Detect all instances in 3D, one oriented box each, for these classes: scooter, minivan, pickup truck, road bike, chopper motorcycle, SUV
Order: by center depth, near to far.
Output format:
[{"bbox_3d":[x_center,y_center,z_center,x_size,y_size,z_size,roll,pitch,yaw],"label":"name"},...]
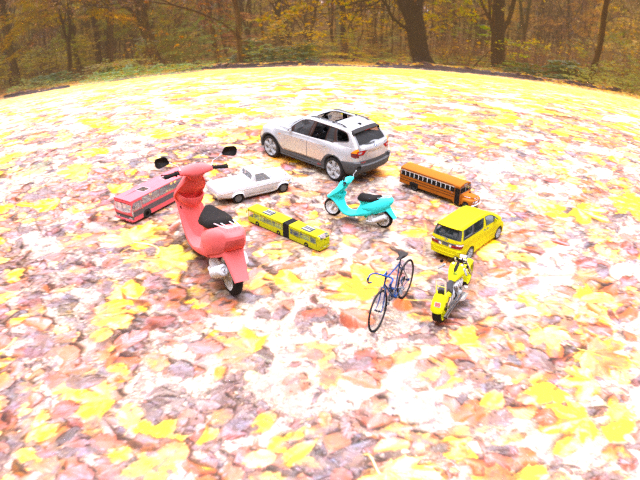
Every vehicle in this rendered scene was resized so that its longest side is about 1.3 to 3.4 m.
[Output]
[{"bbox_3d":[1.002,0.643,9.651,0.358,0.852,1.545,14,31,25],"label":"road bike"},{"bbox_3d":[1.909,0.559,9.909,0.466,0.761,1.563,14,31,24],"label":"chopper motorcycle"},{"bbox_3d":[-1.710,-0.397,10.629,1.288,1.786,2.721,-14,31,-24],"label":"scooter"},{"bbox_3d":[2.460,-0.204,11.523,0.681,0.616,1.548,22,35,35],"label":"minivan"},{"bbox_3d":[0.691,-0.739,12.218,1.399,0.919,0.662,15,31,26],"label":"scooter"},{"bbox_3d":[-1.342,-1.119,13.383,1.603,0.511,0.640,-16,32,-27],"label":"pickup truck"},{"bbox_3d":[0.052,-2.174,14.731,3.058,1.128,1.276,25,36,38],"label":"SUV"}]

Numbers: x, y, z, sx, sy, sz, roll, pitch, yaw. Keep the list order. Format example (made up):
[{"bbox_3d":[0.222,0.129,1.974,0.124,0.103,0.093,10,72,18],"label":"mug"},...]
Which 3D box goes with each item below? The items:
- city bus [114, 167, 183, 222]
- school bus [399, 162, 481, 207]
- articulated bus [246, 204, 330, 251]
[{"bbox_3d":[-3.021,-0.832,12.889,0.476,0.460,1.674,15,31,27],"label":"city bus"},{"bbox_3d":[2.285,-1.044,13.321,1.708,0.434,0.365,25,36,39],"label":"school bus"},{"bbox_3d":[-0.565,-0.228,11.921,1.749,0.289,0.311,23,35,37],"label":"articulated bus"}]
